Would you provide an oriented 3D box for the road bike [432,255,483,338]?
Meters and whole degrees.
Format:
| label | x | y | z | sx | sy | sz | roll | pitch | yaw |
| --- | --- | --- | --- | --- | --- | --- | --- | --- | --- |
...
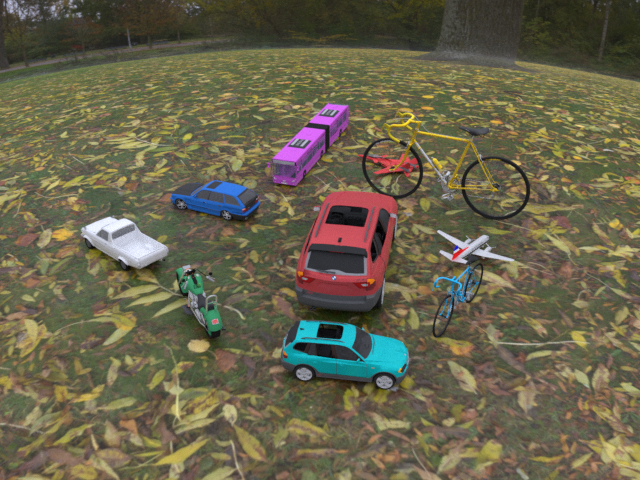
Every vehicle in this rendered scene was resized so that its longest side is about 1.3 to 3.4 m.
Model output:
| label | x | y | z | sx | sy | sz | roll | pitch | yaw |
| --- | --- | --- | --- | --- | --- | --- | --- | --- | --- |
| road bike | 1.885 | 0.689 | 9.413 | 0.358 | 0.852 | 1.545 | 19 | 35 | 30 |

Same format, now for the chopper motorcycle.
| label | x | y | z | sx | sy | sz | roll | pitch | yaw |
| --- | --- | --- | --- | --- | --- | --- | --- | --- | --- |
| chopper motorcycle | -1.670 | 0.706 | 9.473 | 0.466 | 0.761 | 1.563 | -14 | 33 | -23 |

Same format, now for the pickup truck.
| label | x | y | z | sx | sy | sz | roll | pitch | yaw |
| --- | --- | --- | --- | --- | --- | --- | --- | --- | --- |
| pickup truck | -3.074 | 0.001 | 10.933 | 1.603 | 0.511 | 0.640 | 24 | 38 | 35 |

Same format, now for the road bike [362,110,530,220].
| label | x | y | z | sx | sy | sz | roll | pitch | yaw |
| --- | --- | --- | --- | --- | --- | --- | --- | --- | --- |
| road bike | 2.114 | -1.282 | 12.000 | 3.004 | 1.656 | 0.697 | 14 | 33 | 22 |

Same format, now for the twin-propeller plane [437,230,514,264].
| label | x | y | z | sx | sy | sz | roll | pitch | yaw |
| --- | --- | --- | --- | --- | --- | --- | --- | --- | --- |
| twin-propeller plane | 2.351 | 0.091 | 10.881 | 1.370 | 0.407 | 1.095 | 24 | 38 | 35 |

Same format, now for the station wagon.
| label | x | y | z | sx | sy | sz | roll | pitch | yaw |
| --- | --- | --- | --- | --- | --- | --- | --- | --- | --- |
| station wagon | -1.864 | -0.764 | 12.286 | 1.597 | 0.473 | 0.682 | 13 | 33 | 21 |

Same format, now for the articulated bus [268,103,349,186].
| label | x | y | z | sx | sy | sz | roll | pitch | yaw |
| --- | --- | --- | --- | --- | --- | --- | --- | --- | --- |
| articulated bus | -0.134 | -2.035 | 14.382 | 0.605 | 0.561 | 3.401 | 10 | 32 | 16 |

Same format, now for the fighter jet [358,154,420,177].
| label | x | y | z | sx | sy | sz | roll | pitch | yaw |
| --- | --- | --- | --- | --- | --- | --- | --- | --- | --- |
| fighter jet | 1.314 | -1.614 | 13.931 | 1.358 | 0.286 | 1.147 | 20 | 36 | 30 |

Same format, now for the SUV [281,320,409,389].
| label | x | y | z | sx | sy | sz | roll | pitch | yaw |
| --- | --- | --- | --- | --- | --- | --- | --- | --- | --- |
| SUV | 0.305 | 1.352 | 8.543 | 1.572 | 0.580 | 0.656 | 4 | 30 | 7 |

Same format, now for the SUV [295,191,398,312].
| label | x | y | z | sx | sy | sz | roll | pitch | yaw |
| --- | --- | --- | --- | --- | --- | --- | --- | --- | --- |
| SUV | 0.458 | -0.060 | 10.424 | 1.276 | 1.128 | 3.058 | 5 | 31 | 9 |
